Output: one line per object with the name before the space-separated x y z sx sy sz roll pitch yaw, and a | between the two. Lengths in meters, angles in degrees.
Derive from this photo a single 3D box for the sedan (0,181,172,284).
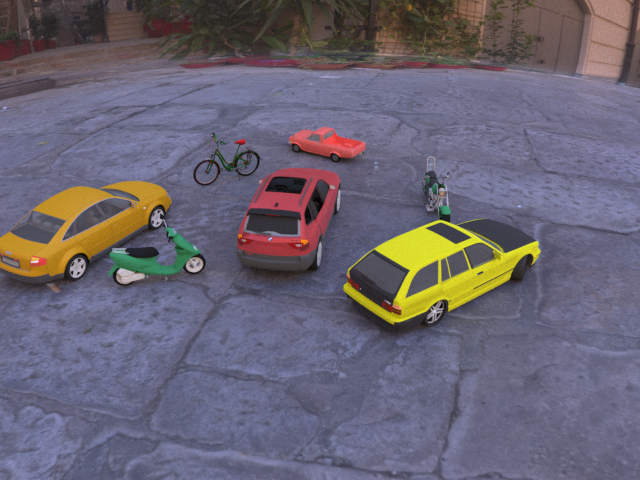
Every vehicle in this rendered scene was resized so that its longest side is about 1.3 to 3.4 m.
sedan | -3.627 -0.337 11.009 1.235 0.940 3.137 15 32 25

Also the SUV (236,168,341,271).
SUV | -0.439 -0.545 11.189 1.276 1.128 3.058 5 30 9

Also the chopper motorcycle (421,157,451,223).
chopper motorcycle | 2.021 -0.814 12.048 0.466 0.761 1.563 -2 29 -3

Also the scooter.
scooter | -2.365 0.183 10.101 1.399 0.919 0.662 -9 31 -16

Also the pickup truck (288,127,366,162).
pickup truck | 0.134 -2.020 14.464 1.603 0.511 0.640 17 34 28

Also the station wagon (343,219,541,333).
station wagon | 1.832 0.269 9.944 3.105 0.920 1.327 -21 35 -32

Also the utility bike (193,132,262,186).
utility bike | -1.707 -1.531 13.141 1.435 0.946 0.535 -17 33 -28
